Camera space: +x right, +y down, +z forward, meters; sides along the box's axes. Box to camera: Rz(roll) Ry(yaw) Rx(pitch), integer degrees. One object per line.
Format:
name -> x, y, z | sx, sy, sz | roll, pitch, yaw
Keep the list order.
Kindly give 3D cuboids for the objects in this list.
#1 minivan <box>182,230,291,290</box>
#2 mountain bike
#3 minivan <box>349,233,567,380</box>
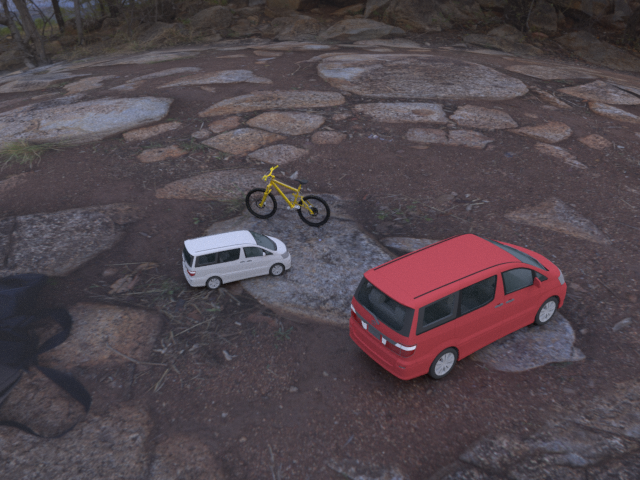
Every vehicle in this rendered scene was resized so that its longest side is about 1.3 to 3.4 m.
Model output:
minivan -> -1.191, 0.223, 10.103 | 1.548, 0.616, 0.681 | -11, 32, -19
mountain bike -> -0.536, -0.672, 11.386 | 1.469, 0.868, 0.573 | 9, 31, 15
minivan -> 1.834, 0.644, 8.804 | 3.011, 1.197, 1.324 | -19, 35, -30
